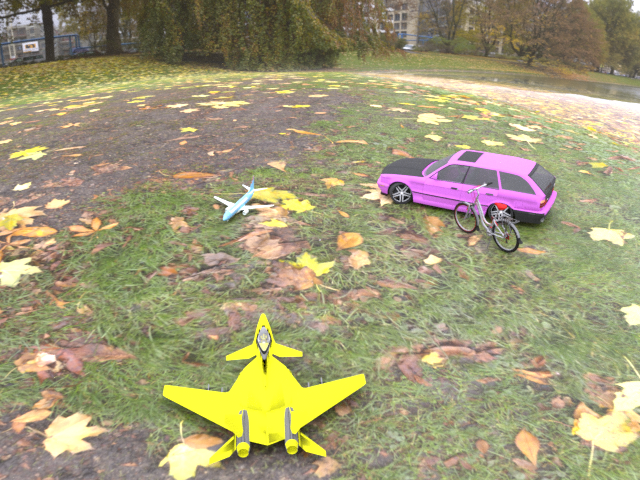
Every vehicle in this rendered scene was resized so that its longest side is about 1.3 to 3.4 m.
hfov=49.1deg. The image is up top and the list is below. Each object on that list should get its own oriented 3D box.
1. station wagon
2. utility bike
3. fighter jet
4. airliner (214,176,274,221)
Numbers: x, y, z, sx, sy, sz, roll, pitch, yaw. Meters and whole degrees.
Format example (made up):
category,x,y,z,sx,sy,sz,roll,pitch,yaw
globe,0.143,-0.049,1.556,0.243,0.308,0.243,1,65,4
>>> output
category,x,y,z,sx,sy,sz,roll,pitch,yaw
station wagon,2.571,-1.074,12.457,3.105,0.920,1.327,13,29,24
utility bike,2.601,-0.367,11.002,0.535,0.946,1.435,-17,31,-31
fighter jet,-0.624,1.392,7.891,2.229,0.557,2.640,-2,26,-5
airliner,-1.407,-0.717,12.289,1.161,0.429,1.307,9,28,17
